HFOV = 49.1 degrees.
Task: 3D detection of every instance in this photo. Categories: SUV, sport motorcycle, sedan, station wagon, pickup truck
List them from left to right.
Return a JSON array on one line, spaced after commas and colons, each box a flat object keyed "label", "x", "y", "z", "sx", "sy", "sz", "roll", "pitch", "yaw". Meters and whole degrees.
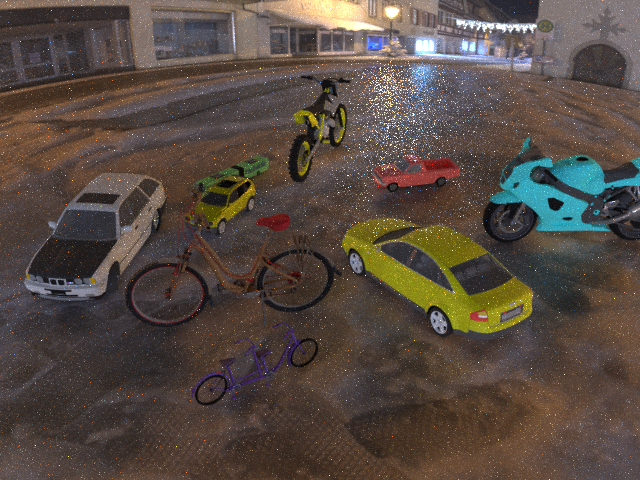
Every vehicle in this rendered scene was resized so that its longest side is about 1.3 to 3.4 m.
[{"label": "station wagon", "x": -3.333, "y": -0.195, "z": 10.637, "sx": 1.327, "sy": 0.920, "sz": 3.105, "roll": 3, "pitch": 28, "yaw": 6}, {"label": "SUV", "x": -1.658, "y": -0.626, "z": 11.803, "sx": 0.656, "sy": 0.580, "sz": 1.572, "roll": 12, "pitch": 30, "yaw": 21}, {"label": "pickup truck", "x": 1.804, "y": -1.309, "z": 13.156, "sx": 1.603, "sy": 0.511, "sz": 0.640, "roll": -8, "pitch": 29, "yaw": -14}, {"label": "sedan", "x": 1.500, "y": 0.313, "z": 9.665, "sx": 1.235, "sy": 0.940, "sz": 3.137, "roll": -17, "pitch": 33, "yaw": -29}, {"label": "sport motorcycle", "x": 4.035, "y": -0.703, "z": 10.869, "sx": 2.955, "sy": 1.596, "sz": 0.983, "roll": -1, "pitch": 28, "yaw": -2}]

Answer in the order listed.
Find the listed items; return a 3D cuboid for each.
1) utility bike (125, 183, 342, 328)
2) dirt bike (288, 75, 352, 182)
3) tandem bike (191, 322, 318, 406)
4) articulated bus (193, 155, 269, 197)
[{"label": "utility bike", "x": -1.049, "y": 0.300, "z": 8.736, "sx": 2.791, "sy": 1.839, "sz": 1.039, "roll": -6, "pitch": 29, "yaw": -11}, {"label": "dirt bike", "x": -0.003, "y": -2.310, "z": 13.802, "sx": 1.024, "sy": 1.666, "sz": 2.903, "roll": 10, "pitch": 30, "yaw": 19}, {"label": "tandem bike", "x": -0.710, "y": 1.379, "z": 7.945, "sx": 1.642, "sy": 0.682, "sz": 0.283, "roll": -17, "pitch": 33, "yaw": -29}, {"label": "articulated bus", "x": -1.637, "y": -1.217, "z": 13.218, "sx": 0.311, "sy": 0.289, "sz": 1.749, "roll": 20, "pitch": 34, "yaw": 32}]
